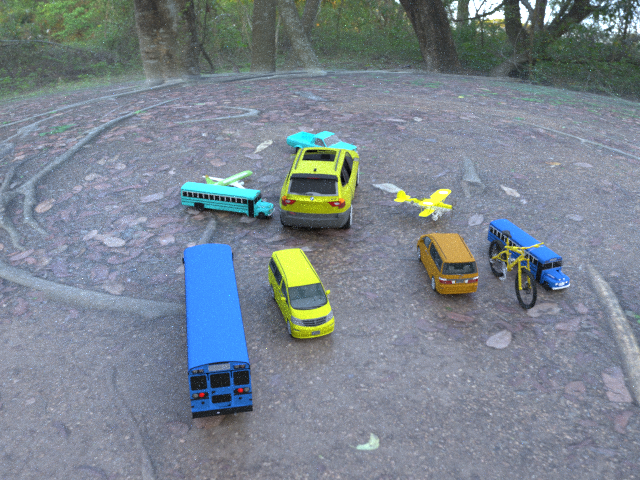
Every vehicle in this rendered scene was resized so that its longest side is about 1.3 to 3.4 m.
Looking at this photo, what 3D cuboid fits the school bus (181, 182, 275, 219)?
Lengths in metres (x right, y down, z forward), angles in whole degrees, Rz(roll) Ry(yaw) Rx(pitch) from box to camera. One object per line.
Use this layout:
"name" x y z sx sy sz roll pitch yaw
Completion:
"school bus" -1.648 -0.715 12.545 1.708 0.434 0.365 8 28 15

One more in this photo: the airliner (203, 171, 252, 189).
"airliner" -1.760 -1.234 13.574 1.161 0.429 1.307 19 33 33

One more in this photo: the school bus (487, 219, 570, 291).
"school bus" 3.184 0.211 10.718 0.365 0.434 1.708 -10 28 -18

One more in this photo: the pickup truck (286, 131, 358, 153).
"pickup truck" 0.034 -2.060 15.111 1.603 0.511 0.640 20 33 34

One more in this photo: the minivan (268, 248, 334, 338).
"minivan" -0.276 0.709 9.536 0.681 0.616 1.548 -8 28 -15

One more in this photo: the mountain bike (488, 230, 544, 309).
"mountain bike" 2.746 0.336 9.991 0.573 0.868 1.469 -5 27 -10

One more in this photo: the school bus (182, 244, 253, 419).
"school bus" -1.353 0.919 8.868 0.709 0.844 3.322 -5 27 -10

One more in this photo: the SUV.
"SUV" 0.041 -1.147 12.628 1.276 1.128 3.058 3 27 6

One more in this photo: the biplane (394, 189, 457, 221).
"biplane" 1.869 -0.648 12.335 1.090 0.504 1.336 13 30 24

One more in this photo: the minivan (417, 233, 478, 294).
"minivan" 1.882 0.241 10.458 0.681 0.616 1.548 -3 27 -5
